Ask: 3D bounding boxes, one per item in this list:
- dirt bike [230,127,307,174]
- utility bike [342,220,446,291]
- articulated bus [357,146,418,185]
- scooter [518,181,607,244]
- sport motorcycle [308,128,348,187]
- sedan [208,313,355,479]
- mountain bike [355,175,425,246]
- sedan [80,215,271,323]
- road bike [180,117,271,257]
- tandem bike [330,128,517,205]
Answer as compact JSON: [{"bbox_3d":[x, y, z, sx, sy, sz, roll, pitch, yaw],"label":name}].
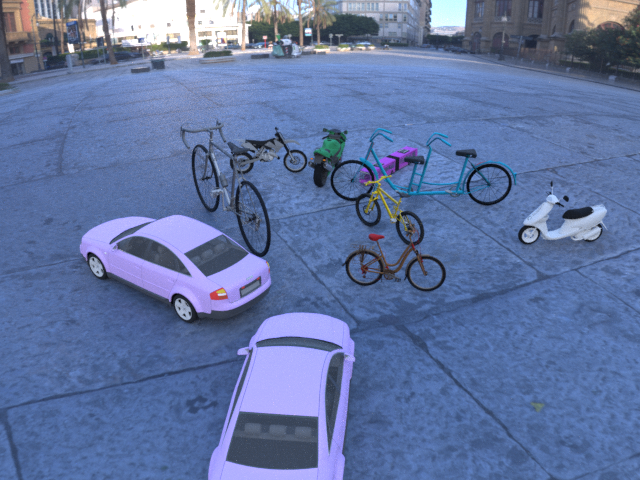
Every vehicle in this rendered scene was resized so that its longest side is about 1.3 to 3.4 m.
[{"bbox_3d":[-0.986,-1.674,13.361,1.493,0.857,0.527,-1,27,-3],"label":"dirt bike"},{"bbox_3d":[1.015,0.214,9.571,1.435,0.946,0.535,5,28,10],"label":"utility bike"},{"bbox_3d":[1.340,-1.455,13.556,0.311,0.289,1.749,19,33,33],"label":"articulated bus"},{"bbox_3d":[3.759,-0.367,10.738,1.399,0.919,0.662,-2,27,-5],"label":"scooter"},{"bbox_3d":[0.169,-1.583,13.221,0.506,0.821,1.520,9,28,16],"label":"sport motorcycle"},{"bbox_3d":[-0.291,1.546,6.974,1.235,0.940,3.137,3,27,5],"label":"sedan"},{"bbox_3d":[1.083,-0.472,10.998,0.573,0.868,1.469,-22,34,-36],"label":"mountain bike"},{"bbox_3d":[-2.078,0.188,9.629,3.137,0.940,1.235,19,33,33],"label":"sedan"},{"bbox_3d":[-1.466,-0.893,10.957,0.696,1.656,3.004,-15,31,-27],"label":"road bike"},{"bbox_3d":[1.772,-1.230,11.977,3.192,1.326,0.550,2,27,3],"label":"tandem bike"}]
